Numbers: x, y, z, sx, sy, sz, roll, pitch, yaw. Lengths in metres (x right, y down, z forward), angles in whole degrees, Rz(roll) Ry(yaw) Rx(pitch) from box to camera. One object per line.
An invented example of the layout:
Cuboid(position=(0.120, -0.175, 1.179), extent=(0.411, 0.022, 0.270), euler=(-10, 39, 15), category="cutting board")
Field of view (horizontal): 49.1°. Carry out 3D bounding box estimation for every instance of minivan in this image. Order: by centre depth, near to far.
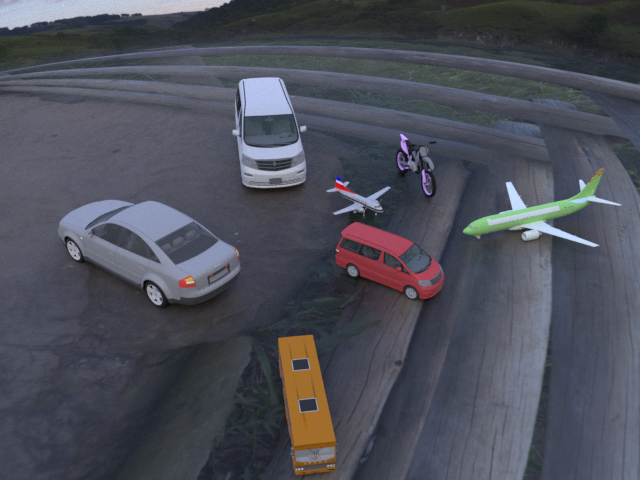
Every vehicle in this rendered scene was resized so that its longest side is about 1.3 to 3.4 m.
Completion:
Cuboid(position=(0.980, 0.276, 9.759), extent=(1.548, 0.616, 0.681), euler=(20, 36, 30), category="minivan")
Cuboid(position=(-0.981, -2.040, 13.074), extent=(1.324, 1.197, 3.011), euler=(-4, 31, -7), category="minivan")

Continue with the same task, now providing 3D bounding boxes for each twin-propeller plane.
Cuboid(position=(0.640, -0.721, 11.634), extent=(1.370, 0.407, 1.095), euler=(-27, 40, -37), category="twin-propeller plane")

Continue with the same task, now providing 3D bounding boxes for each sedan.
Cuboid(position=(-2.512, -0.015, 9.931), extent=(3.137, 0.940, 1.235), euler=(22, 37, 32), category="sedan")

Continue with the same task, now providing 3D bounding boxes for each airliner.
Cuboid(position=(3.370, -0.557, 10.941), extent=(2.541, 0.835, 2.257), euler=(-11, 33, -18), category="airliner")

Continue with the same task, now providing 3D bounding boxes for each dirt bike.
Cuboid(position=(1.689, -1.365, 12.274), extent=(0.527, 0.857, 1.493), euler=(-10, 32, -17), category="dirt bike")

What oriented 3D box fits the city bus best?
Cuboid(position=(-0.165, 1.720, 7.490), extent=(0.476, 0.460, 1.674), euler=(-4, 31, -7), category="city bus")
